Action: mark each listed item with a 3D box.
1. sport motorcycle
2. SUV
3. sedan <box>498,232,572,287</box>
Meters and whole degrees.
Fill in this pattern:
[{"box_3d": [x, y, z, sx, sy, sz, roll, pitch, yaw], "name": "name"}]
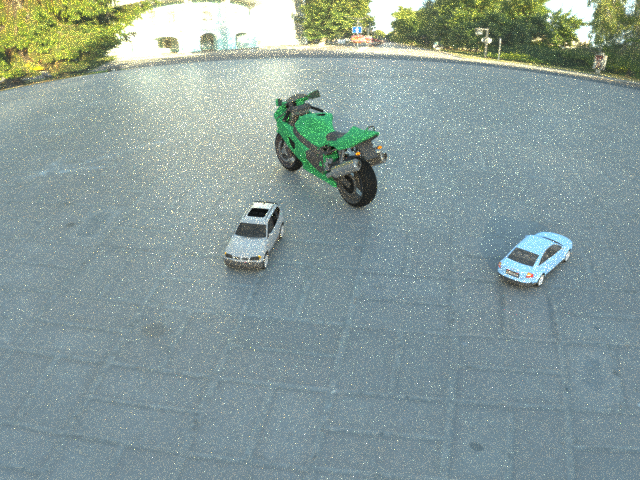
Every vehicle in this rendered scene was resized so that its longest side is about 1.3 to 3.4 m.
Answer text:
[{"box_3d": [0.049, -1.689, 12.709, 0.983, 1.596, 2.955, -20, 34, -32], "name": "sport motorcycle"}, {"box_3d": [-1.001, -0.099, 10.848, 0.656, 0.580, 1.572, 6, 29, 10], "name": "SUV"}, {"box_3d": [3.229, 0.198, 10.402, 0.635, 0.483, 1.613, 23, 36, 35], "name": "sedan"}]
